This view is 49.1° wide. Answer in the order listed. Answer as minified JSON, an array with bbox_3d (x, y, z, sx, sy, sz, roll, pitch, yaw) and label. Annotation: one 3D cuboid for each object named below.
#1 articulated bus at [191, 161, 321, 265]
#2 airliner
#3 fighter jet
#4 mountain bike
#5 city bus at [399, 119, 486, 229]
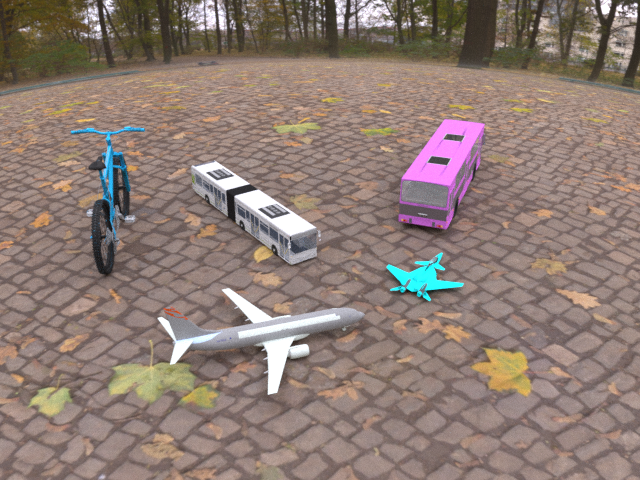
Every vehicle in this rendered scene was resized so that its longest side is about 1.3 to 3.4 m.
[{"bbox_3d":[-1.176,-0.534,11.581,0.605,0.561,3.401,-18,33,-30],"label":"articulated bus"},{"bbox_3d":[-0.622,0.951,8.492,2.541,0.835,2.257,-10,29,-17],"label":"airliner"},{"bbox_3d":[1.549,0.401,10.113,1.147,0.286,1.358,14,31,24],"label":"fighter jet"},{"bbox_3d":[-3.212,-0.723,10.736,1.114,1.688,2.857,-3,28,-6],"label":"mountain bike"},{"bbox_3d":[2.234,-1.216,12.511,0.926,0.894,3.255,10,30,19],"label":"city bus"}]
